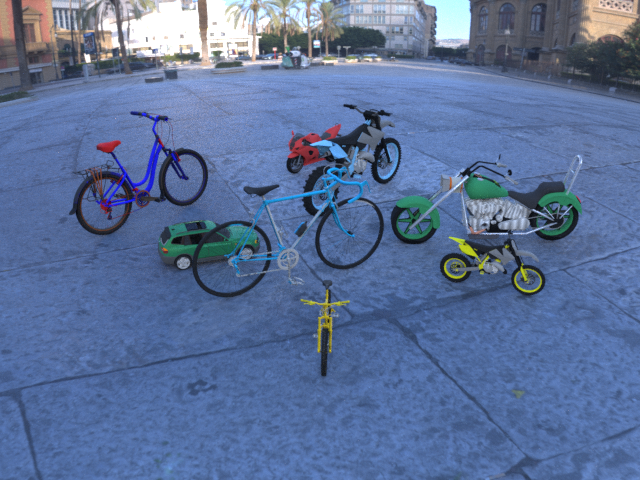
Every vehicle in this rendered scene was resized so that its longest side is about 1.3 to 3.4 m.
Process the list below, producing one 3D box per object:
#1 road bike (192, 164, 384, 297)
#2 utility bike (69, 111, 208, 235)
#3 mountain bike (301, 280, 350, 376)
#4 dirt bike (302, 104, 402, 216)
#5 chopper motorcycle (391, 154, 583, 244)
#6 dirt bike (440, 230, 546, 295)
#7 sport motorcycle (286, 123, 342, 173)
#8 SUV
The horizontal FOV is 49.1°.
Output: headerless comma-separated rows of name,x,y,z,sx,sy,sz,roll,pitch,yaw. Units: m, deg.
road bike,-0.377,-0.132,9.928,3.004,1.656,0.697,-12,29,-24
utility bike,-3.118,-1.228,11.963,1.039,1.839,2.791,22,34,38
mountain bike,0.074,0.976,8.556,0.573,0.868,1.469,1,26,3
dirt bike,0.649,-1.537,12.791,1.024,1.666,2.903,20,32,35
chopper motorcycle,2.671,-0.645,11.179,3.040,1.480,0.906,0,26,0
dirt bike,2.454,0.309,9.935,1.493,0.857,0.527,10,28,20
sport motorcycle,-0.115,-1.905,14.508,1.520,0.821,0.506,-23,34,-38
SUV,-1.722,0.008,10.865,1.572,0.580,0.656,-8,27,-17
